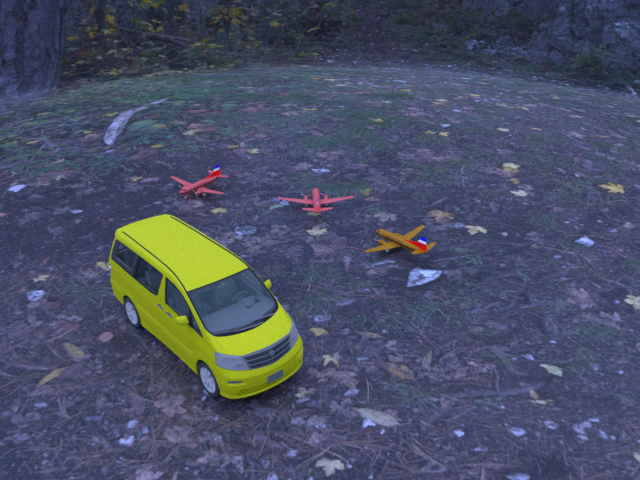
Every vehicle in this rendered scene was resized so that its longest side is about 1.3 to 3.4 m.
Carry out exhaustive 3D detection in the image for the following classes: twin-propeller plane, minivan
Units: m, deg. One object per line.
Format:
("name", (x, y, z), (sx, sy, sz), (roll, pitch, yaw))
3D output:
("twin-propeller plane", (-0.063, -0.746, 12.420), (1.370, 0.407, 1.095), (-1, 27, -2))
("twin-propeller plane", (1.264, -0.023, 11.003), (1.370, 0.407, 1.095), (-22, 34, -37))
("minivan", (-1.478, 0.727, 8.667), (1.324, 1.197, 3.011), (-21, 34, -36))
("twin-propeller plane", (-2.239, -1.088, 13.090), (1.370, 0.407, 1.095), (19, 33, 32))
